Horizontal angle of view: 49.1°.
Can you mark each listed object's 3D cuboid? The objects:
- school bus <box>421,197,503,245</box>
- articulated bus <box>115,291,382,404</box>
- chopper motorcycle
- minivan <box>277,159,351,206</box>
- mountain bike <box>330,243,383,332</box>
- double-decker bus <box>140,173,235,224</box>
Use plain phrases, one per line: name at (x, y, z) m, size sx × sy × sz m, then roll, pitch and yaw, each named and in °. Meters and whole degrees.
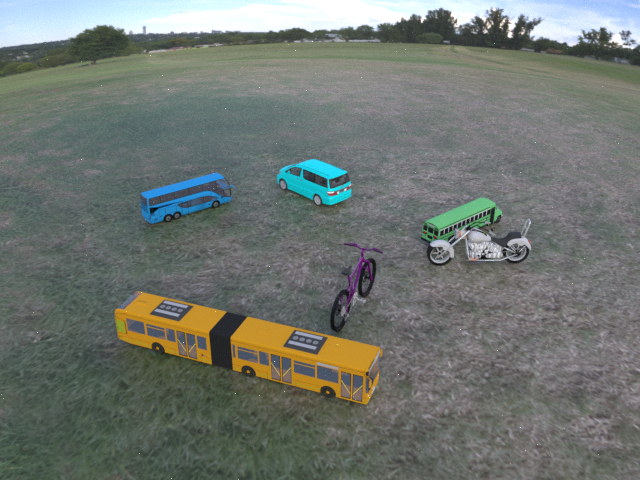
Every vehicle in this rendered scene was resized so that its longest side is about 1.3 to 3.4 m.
school bus at (2.392, -0.325, 11.564) m, size 1.708 × 0.434 × 0.365 m, roll -22°, pitch 35°, yaw -34°
articulated bus at (-0.923, 1.270, 8.512) m, size 3.401 × 0.561 × 0.605 m, roll 11°, pitch 30°, yaw 18°
chopper motorcycle at (2.413, 0.030, 10.574) m, size 1.563 × 0.761 × 0.466 m, roll 0°, pitch 29°, yaw -1°
minivan at (-0.137, -1.128, 12.845) m, size 0.681 × 0.616 × 1.548 m, roll -24°, pitch 37°, yaw -37°
mountain bike at (0.472, 0.591, 9.434) m, size 0.573 × 0.868 × 1.469 m, roll 13°, pitch 31°, yaw 22°
double-decker bus at (-2.296, -0.745, 12.222) m, size 1.672 × 0.541 × 0.389 m, roll -20°, pitch 34°, yaw -32°
